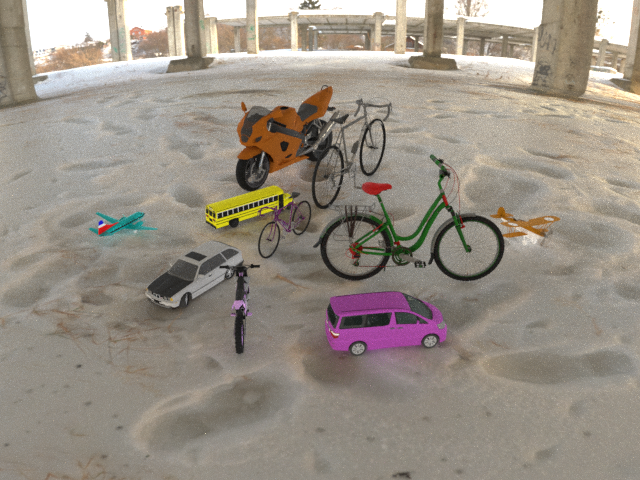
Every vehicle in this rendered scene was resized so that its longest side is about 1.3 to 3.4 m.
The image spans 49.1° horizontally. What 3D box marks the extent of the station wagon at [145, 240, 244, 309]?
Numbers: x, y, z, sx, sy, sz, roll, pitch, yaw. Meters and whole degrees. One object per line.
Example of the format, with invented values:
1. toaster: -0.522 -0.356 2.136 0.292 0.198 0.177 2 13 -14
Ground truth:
1. station wagon: -1.818 0.452 10.199 0.682 0.473 1.597 17 31 30

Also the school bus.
1. school bus: -1.193 -0.601 12.324 1.708 0.434 0.365 -20 33 -34

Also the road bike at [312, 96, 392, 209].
1. road bike: 0.606 -1.704 13.151 0.697 1.656 3.004 14 30 26

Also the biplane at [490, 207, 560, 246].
1. biplane: 3.331 -0.238 11.529 1.336 0.504 1.090 -17 31 -29

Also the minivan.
1. minivan: 0.852 1.016 8.929 1.548 0.616 0.681 -5 27 -9

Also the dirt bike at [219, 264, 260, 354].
1. dirt bike: -1.034 0.783 9.122 0.527 0.857 1.493 -1 27 -2

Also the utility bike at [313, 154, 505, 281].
1. utility bike: 1.292 -0.282 10.138 2.791 1.839 1.039 1 27 1

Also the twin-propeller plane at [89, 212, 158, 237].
1. twin-propeller plane: -3.335 -0.313 11.785 1.370 0.407 1.095 14 30 26

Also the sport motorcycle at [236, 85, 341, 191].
1. sport motorcycle: -0.652 -2.063 13.926 0.983 1.596 2.955 19 32 32

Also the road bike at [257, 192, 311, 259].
1. road bike: -0.550 -0.297 11.260 0.358 0.852 1.545 15 30 27
